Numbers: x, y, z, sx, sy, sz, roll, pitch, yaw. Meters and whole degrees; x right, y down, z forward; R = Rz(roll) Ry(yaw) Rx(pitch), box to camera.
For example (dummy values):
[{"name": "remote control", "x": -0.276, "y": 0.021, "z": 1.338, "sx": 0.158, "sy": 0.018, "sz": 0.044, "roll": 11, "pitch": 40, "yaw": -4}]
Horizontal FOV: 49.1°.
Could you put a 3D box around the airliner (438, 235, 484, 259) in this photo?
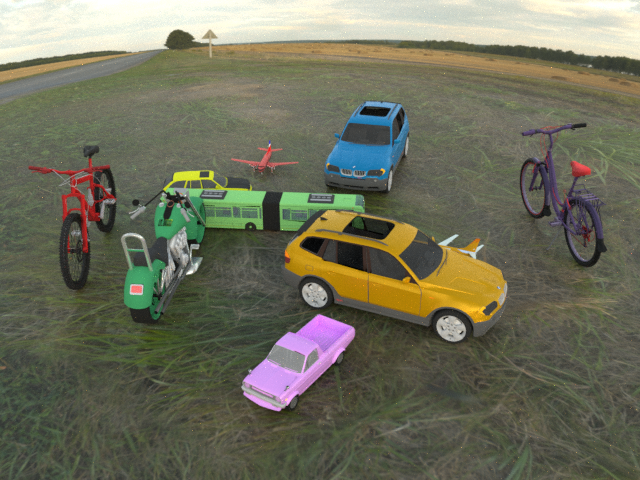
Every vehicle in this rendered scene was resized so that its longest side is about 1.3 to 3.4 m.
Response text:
[{"name": "airliner", "x": 1.825, "y": 0.050, "z": 10.800, "sx": 1.307, "sy": 0.429, "sz": 1.161, "roll": 12, "pitch": 30, "yaw": 22}]

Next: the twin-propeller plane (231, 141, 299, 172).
[{"name": "twin-propeller plane", "x": -1.091, "y": -1.650, "z": 14.024, "sx": 1.370, "sy": 0.407, "sz": 1.095, "roll": 4, "pitch": 28, "yaw": 7}]

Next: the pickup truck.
[{"name": "pickup truck", "x": -0.221, "y": 1.368, "z": 8.232, "sx": 0.640, "sy": 0.511, "sz": 1.603, "roll": 17, "pitch": 33, "yaw": 29}]

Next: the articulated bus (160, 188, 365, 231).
[{"name": "articulated bus", "x": -0.968, "y": -0.493, "z": 11.682, "sx": 3.401, "sy": 0.561, "sz": 0.605, "roll": 2, "pitch": 28, "yaw": 4}]

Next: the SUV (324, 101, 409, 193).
[{"name": "SUV", "x": 0.986, "y": -1.902, "z": 13.730, "sx": 1.276, "sy": 1.128, "sz": 3.058, "roll": 7, "pitch": 29, "yaw": 14}]

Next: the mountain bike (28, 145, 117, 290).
[{"name": "mountain bike", "x": -3.492, "y": -0.518, "z": 10.528, "sx": 1.114, "sy": 1.688, "sz": 2.857, "roll": -1, "pitch": 28, "yaw": -2}]

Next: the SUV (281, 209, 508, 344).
[{"name": "SUV", "x": 0.982, "y": 0.377, "z": 9.438, "sx": 3.058, "sy": 1.128, "sz": 1.276, "roll": 12, "pitch": 30, "yaw": 21}]

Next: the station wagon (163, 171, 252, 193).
[{"name": "station wagon", "x": -2.040, "y": -0.980, "z": 12.692, "sx": 1.597, "sy": 0.473, "sz": 0.682, "roll": -3, "pitch": 28, "yaw": -5}]

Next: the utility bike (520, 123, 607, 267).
[{"name": "utility bike", "x": 3.676, "y": -0.807, "z": 10.910, "sx": 1.039, "sy": 1.839, "sz": 2.791, "roll": -5, "pitch": 28, "yaw": -9}]

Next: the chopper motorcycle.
[{"name": "chopper motorcycle", "x": -2.116, "y": -0.061, "z": 9.889, "sx": 0.906, "sy": 1.480, "sz": 3.040, "roll": 3, "pitch": 28, "yaw": 5}]
